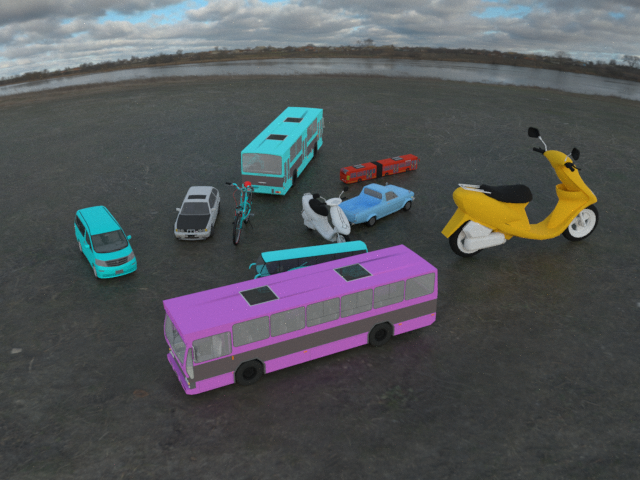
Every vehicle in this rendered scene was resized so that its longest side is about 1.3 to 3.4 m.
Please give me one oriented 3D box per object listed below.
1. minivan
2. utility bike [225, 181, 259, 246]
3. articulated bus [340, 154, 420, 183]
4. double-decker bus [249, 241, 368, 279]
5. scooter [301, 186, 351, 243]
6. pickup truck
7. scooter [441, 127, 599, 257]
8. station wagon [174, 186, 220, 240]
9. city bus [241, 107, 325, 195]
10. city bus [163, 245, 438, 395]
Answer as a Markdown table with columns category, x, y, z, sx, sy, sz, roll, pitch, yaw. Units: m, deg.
| category | x | y | z | sx | sy | sz | roll | pitch | yaw |
| --- | --- | --- | --- | --- | --- | --- | --- | --- | --- |
| minivan | -3.261 | 0.021 | 10.572 | 0.681 | 0.616 | 1.548 | -14 | 29 | -27 |
| utility bike | -1.210 | -0.550 | 11.384 | 0.535 | 0.946 | 1.435 | 2 | 26 | 5 |
| articulated bus | 1.200 | -1.424 | 13.974 | 1.749 | 0.289 | 0.311 | -14 | 29 | -27 |
| double-decker bus | -0.144 | 0.385 | 9.897 | 1.672 | 0.541 | 0.389 | -7 | 26 | -14 |
| scooter | 0.087 | -0.417 | 11.138 | 0.662 | 0.919 | 1.399 | -15 | 29 | -28 |
| pickup truck | 0.943 | -0.660 | 12.120 | 1.603 | 0.511 | 0.640 | -23 | 34 | -39 |
| scooter | 3.161 | -0.669 | 10.659 | 2.721 | 1.786 | 1.288 | -7 | 27 | -15 |
| station wagon | -2.065 | -0.499 | 11.825 | 0.682 | 0.473 | 1.597 | 0 | 26 | -1 |
| city bus | -0.679 | -1.821 | 14.104 | 0.926 | 0.894 | 3.255 | 6 | 26 | 12 |
| city bus | -0.163 | 0.913 | 8.383 | 3.255 | 0.894 | 0.926 | -12 | 28 | -24 |
